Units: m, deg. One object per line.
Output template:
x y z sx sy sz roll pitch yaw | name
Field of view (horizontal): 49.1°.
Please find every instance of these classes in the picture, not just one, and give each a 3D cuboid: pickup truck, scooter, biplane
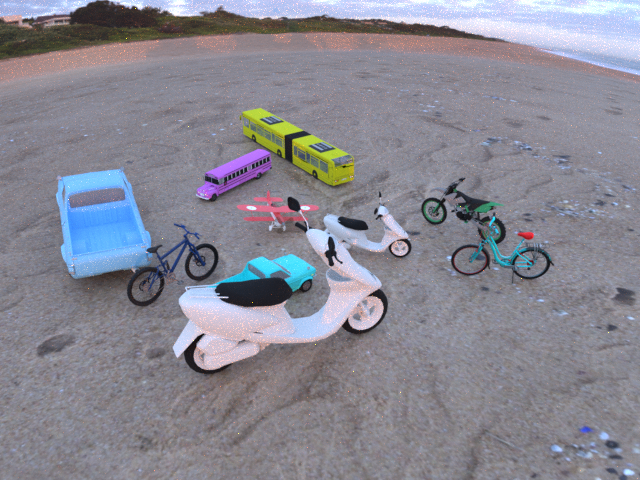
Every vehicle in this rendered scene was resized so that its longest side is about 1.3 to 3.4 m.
-3.368 -0.394 10.722 1.244 0.993 3.117 -11 31 -18 | pickup truck
-0.810 0.568 9.490 1.603 0.511 0.640 -22 36 -34 | pickup truck
-0.393 0.591 8.137 2.721 1.786 1.288 -12 31 -20 | scooter
-0.709 -0.468 11.358 1.336 0.504 1.090 -9 30 -16 | biplane
0.682 -0.191 10.434 1.399 0.919 0.662 5 29 9 | scooter

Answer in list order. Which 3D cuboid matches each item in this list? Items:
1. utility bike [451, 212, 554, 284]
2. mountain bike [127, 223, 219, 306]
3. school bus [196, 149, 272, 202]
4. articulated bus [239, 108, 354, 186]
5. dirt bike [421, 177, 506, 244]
2.577 0.161 9.774 1.435 0.946 0.535 3 29 6 | utility bike
-1.992 0.333 9.544 1.469 0.868 0.573 -25 38 -38 | mountain bike
-1.559 -1.187 12.722 0.365 0.434 1.708 20 35 31 | school bus
-0.525 -1.900 13.872 0.605 0.561 3.401 -19 34 -30 | articulated bus
2.250 -0.475 11.008 1.493 0.857 0.527 21 35 33 | dirt bike
